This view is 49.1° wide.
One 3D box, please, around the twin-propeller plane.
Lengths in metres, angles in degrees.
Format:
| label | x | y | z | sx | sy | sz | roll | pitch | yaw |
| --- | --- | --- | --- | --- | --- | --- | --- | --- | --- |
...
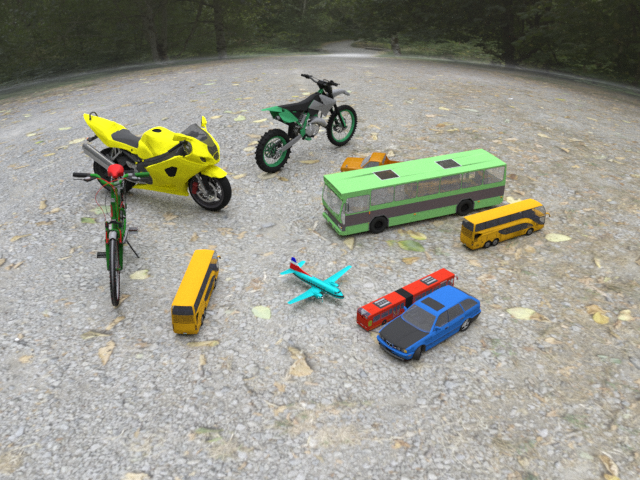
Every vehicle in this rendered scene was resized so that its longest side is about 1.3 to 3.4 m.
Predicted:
| label | x | y | z | sx | sy | sz | roll | pitch | yaw |
| --- | --- | --- | --- | --- | --- | --- | --- | --- | --- |
| twin-propeller plane | -0.058 | 0.588 | 10.352 | 1.095 | 0.407 | 1.370 | 24 | 37 | 36 |

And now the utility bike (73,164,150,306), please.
| label | x | y | z | sx | sy | sz | roll | pitch | yaw |
| --- | --- | --- | --- | --- | --- | --- | --- | --- | --- |
| utility bike | -3.001 | -0.348 | 10.553 | 1.039 | 1.839 | 2.791 | -6 | 30 | -10 |

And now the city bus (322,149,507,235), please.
| label | x | y | z | sx | sy | sz | roll | pitch | yaw |
| --- | --- | --- | --- | --- | --- | --- | --- | --- | --- |
| city bus | 1.682 | -0.841 | 12.381 | 3.255 | 0.894 | 0.926 | -11 | 31 | -19 |

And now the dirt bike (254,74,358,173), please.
| label | x | y | z | sx | sy | sz | roll | pitch | yaw |
| --- | --- | --- | --- | --- | --- | --- | --- | --- | --- |
| dirt bike | -0.235 | -2.469 | 14.469 | 2.903 | 1.666 | 1.024 | -26 | 39 | -38 |

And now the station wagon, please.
| label | x | y | z | sx | sy | sz | roll | pitch | yaw |
| --- | --- | --- | --- | --- | --- | --- | --- | --- | --- |
| station wagon | 1.480 | 1.065 | 9.443 | 1.597 | 0.473 | 0.682 | -23 | 37 | -35 |

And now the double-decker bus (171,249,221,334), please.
| label | x | y | z | sx | sy | sz | roll | pitch | yaw |
| --- | --- | --- | --- | --- | --- | --- | --- | --- | --- |
| double-decker bus | -1.764 | 0.689 | 10.038 | 0.389 | 0.541 | 1.672 | 2 | 30 | 3 |

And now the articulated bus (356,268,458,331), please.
| label | x | y | z | sx | sy | sz | roll | pitch | yaw |
| --- | --- | --- | --- | --- | --- | --- | --- | --- | --- |
| articulated bus | 1.262 | 0.834 | 10.037 | 1.749 | 0.289 | 0.311 | -21 | 36 | -33 |

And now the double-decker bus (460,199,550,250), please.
| label | x | y | z | sx | sy | sz | roll | pitch | yaw |
| --- | --- | --- | --- | --- | --- | --- | --- | --- | --- |
| double-decker bus | 3.108 | -0.281 | 11.750 | 1.672 | 0.541 | 0.389 | -15 | 33 | -25 |

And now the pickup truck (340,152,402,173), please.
| label | x | y | z | sx | sy | sz | roll | pitch | yaw |
| --- | --- | --- | --- | --- | --- | --- | --- | --- | --- |
| pickup truck | 1.203 | -1.414 | 13.780 | 1.603 | 0.511 | 0.640 | 7 | 30 | 13 |

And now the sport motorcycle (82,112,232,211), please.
| label | x | y | z | sx | sy | sz | roll | pitch | yaw |
| --- | --- | --- | --- | --- | --- | --- | --- | --- | --- |
| sport motorcycle | -2.956 | -1.438 | 12.722 | 2.955 | 1.596 | 0.983 | 11 | 31 | 19 |
